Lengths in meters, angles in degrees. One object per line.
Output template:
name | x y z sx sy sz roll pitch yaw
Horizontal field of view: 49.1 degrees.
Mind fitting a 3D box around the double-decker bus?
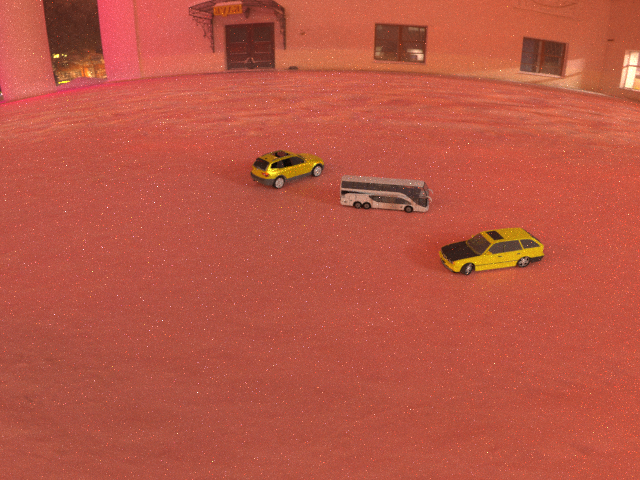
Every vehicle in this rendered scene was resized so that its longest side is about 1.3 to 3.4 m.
double-decker bus | 1.195 -0.838 12.686 1.672 0.541 0.389 5 27 10

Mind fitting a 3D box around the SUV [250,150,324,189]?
SUV | -0.634 -1.488 13.919 1.572 0.580 0.656 -21 34 -35

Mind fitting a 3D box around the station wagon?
station wagon | 2.649 0.137 10.847 1.597 0.473 0.682 -7 28 -13
